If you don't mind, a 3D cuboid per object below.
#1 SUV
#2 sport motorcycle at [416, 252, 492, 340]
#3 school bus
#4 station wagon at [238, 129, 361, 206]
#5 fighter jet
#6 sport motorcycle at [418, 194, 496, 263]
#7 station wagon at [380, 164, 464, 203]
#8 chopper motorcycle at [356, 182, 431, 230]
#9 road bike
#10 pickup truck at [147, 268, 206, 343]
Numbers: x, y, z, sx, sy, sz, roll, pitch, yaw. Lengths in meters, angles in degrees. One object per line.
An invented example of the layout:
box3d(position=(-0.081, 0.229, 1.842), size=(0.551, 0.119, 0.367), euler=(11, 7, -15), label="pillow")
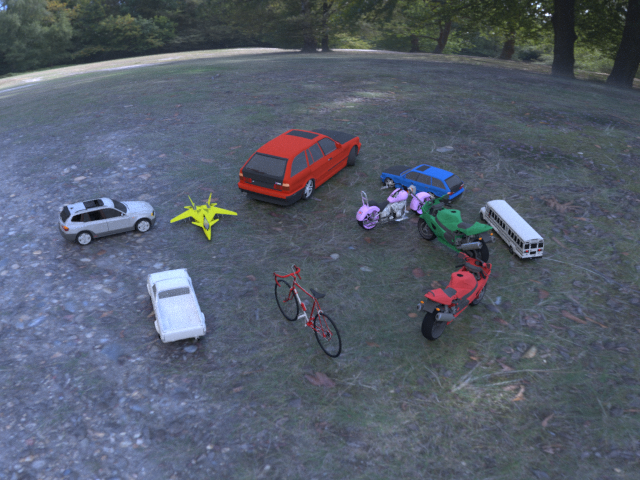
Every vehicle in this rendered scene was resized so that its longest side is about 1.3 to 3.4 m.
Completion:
box3d(position=(-3.544, -0.395, 11.667), size=(1.572, 0.580, 0.656), euler=(-14, 32, -24), label="SUV")
box3d(position=(1.826, 0.743, 9.353), size=(0.506, 0.821, 1.520), euler=(23, 37, 36), label="sport motorcycle")
box3d(position=(3.109, -0.221, 11.503), size=(0.365, 0.434, 1.708), euler=(-6, 29, -10), label="school bus")
box3d(position=(-0.298, -1.642, 13.577), size=(1.327, 0.920, 3.105), euler=(15, 32, 25), label="station wagon")
box3d(position=(-1.976, -0.397, 11.975), size=(1.147, 0.286, 1.358), euler=(-7, 30, -13), label="fighter jet")
box3d(position=(2.090, -0.160, 10.990), size=(0.506, 0.821, 1.520), euler=(-20, 34, -31), label="sport motorcycle")
box3d(position=(1.894, -1.144, 13.135), size=(1.597, 0.473, 0.682), euler=(22, 36, 34), label="station wagon")
box3d(position=(1.289, -0.642, 11.927), size=(1.563, 0.761, 0.466), euler=(-17, 33, -29), label="chopper motorcycle")
box3d(position=(-0.180, 0.893, 9.049), size=(0.358, 0.852, 1.545), euler=(-19, 34, -30), label="road bike")
box3d(position=(-1.972, 0.832, 9.512), size=(0.640, 0.511, 1.603), euler=(-9, 30, -16), label="pickup truck")
